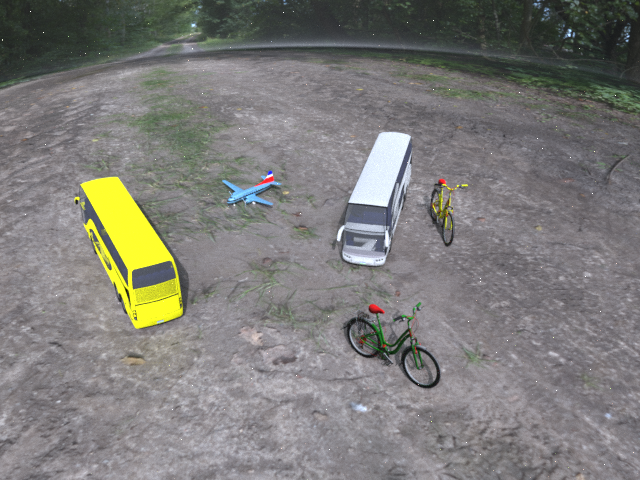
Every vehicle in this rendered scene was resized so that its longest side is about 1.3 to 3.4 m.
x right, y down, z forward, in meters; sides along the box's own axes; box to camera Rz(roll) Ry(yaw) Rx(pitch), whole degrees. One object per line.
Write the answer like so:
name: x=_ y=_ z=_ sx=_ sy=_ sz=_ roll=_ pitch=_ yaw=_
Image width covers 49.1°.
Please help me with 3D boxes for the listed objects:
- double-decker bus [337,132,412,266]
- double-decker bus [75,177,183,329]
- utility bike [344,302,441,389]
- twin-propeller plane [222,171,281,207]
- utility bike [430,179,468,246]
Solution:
double-decker bus: x=0.992 y=-0.727 z=11.506 sx=0.756 sy=1.052 sz=3.251 roll=7 pitch=31 yaw=12
double-decker bus: x=-2.838 y=0.046 z=10.166 sx=0.756 sy=1.052 sz=3.251 roll=-15 pitch=33 yaw=-24
utility bike: x=0.878 y=1.144 z=8.368 sx=1.435 sy=0.946 sz=0.535 roll=24 pitch=37 yaw=35
twin-propeller plane: x=-1.228 y=-0.911 z=12.470 sx=1.095 sy=0.407 sz=1.370 roll=-26 pitch=39 yaw=-37
utility bike: x=2.040 y=-0.573 z=11.344 sx=0.535 sy=0.946 sz=1.435 roll=-3 pitch=30 yaw=-5
